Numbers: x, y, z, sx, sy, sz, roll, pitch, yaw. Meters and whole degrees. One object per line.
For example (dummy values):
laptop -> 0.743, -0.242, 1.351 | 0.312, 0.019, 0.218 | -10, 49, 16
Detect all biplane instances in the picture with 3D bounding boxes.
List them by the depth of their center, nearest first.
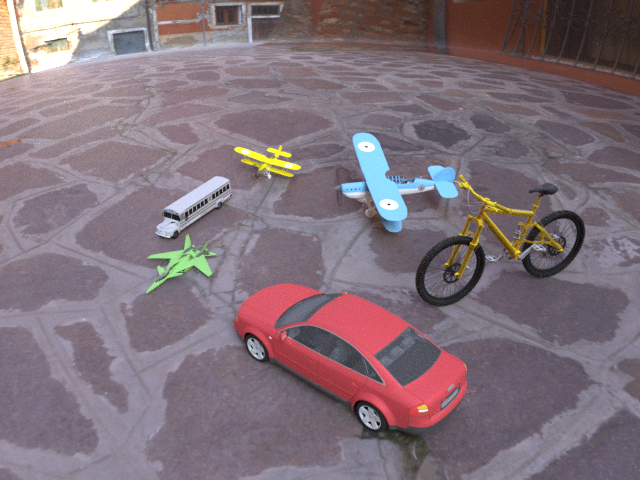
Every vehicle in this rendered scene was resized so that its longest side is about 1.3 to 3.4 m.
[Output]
biplane -> 1.288, -0.904, 11.957 | 2.120, 0.981, 2.598 | -5, 31, -8
biplane -> -0.935, -1.495, 13.416 | 1.336, 0.504, 1.090 | 11, 32, 18

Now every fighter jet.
fighter jet -> -2.181, 0.376, 10.487 | 1.147, 0.286, 1.358 | 14, 34, 23

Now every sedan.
sedan -> 0.261, 1.211, 8.446 | 3.137, 0.940, 1.235 | 24, 38, 34

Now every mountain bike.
mountain bike -> 2.602, -0.012, 9.770 | 2.857, 1.688, 1.114 | -13, 33, -20

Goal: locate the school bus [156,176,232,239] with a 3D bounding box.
school bus -> -2.146, -0.563, 11.919 | 0.365, 0.434, 1.708 | 16, 34, 25
